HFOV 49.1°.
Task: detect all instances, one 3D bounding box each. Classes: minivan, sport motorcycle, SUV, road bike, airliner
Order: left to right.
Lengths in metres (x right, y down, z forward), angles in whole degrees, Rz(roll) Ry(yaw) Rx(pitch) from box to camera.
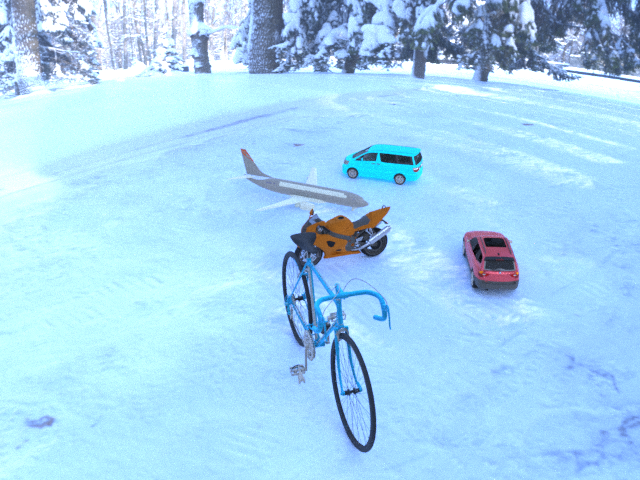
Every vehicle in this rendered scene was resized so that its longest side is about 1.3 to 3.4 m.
[{"bbox_3d":[-0.321,-1.053,12.346,2.541,0.835,2.257,11,28,22],"label":"airliner"},{"bbox_3d":[0.014,0.868,7.478,0.697,1.656,3.004,-8,27,-17],"label":"road bike"},{"bbox_3d":[0.337,-0.054,10.316,1.520,0.821,0.506,-10,28,-19],"label":"sport motorcycle"},{"bbox_3d":[1.198,-1.507,13.526,1.548,0.616,0.681,9,28,18],"label":"minivan"},{"bbox_3d":[2.454,0.199,10.073,0.656,0.580,1.572,1,26,3],"label":"SUV"}]
